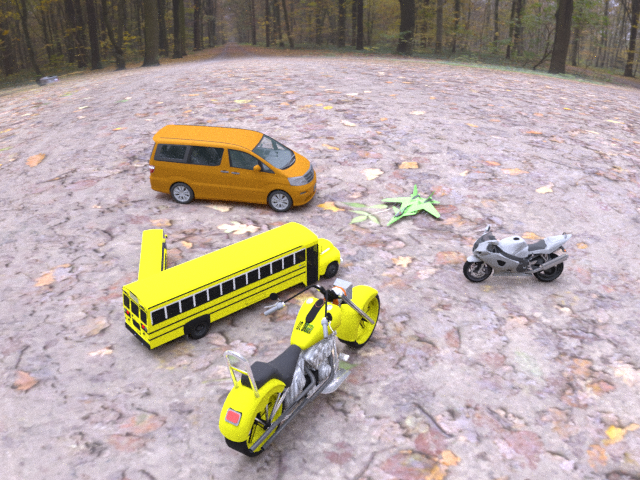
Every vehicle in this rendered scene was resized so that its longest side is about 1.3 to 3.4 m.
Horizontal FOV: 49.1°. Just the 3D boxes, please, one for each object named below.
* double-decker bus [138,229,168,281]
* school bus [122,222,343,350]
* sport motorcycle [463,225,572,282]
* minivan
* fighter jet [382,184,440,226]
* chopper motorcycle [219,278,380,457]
[{"bbox_3d":[-2.454,0.375,10.306,0.389,0.541,1.672,-5,29,-9],"label":"double-decker bus"},{"bbox_3d":[-1.069,0.514,9.737,3.322,0.844,0.709,-22,36,-35],"label":"school bus"},{"bbox_3d":[2.867,0.250,10.244,1.520,0.821,0.506,-1,29,-2],"label":"sport motorcycle"},{"bbox_3d":[-1.567,-1.363,12.800,3.011,1.197,1.324,5,29,9],"label":"minivan"},{"bbox_3d":[1.541,-0.587,12.330,1.147,0.286,1.358,19,34,31],"label":"fighter jet"},{"bbox_3d":[-0.093,1.143,7.926,0.906,1.480,3.040,16,33,27],"label":"chopper motorcycle"}]
